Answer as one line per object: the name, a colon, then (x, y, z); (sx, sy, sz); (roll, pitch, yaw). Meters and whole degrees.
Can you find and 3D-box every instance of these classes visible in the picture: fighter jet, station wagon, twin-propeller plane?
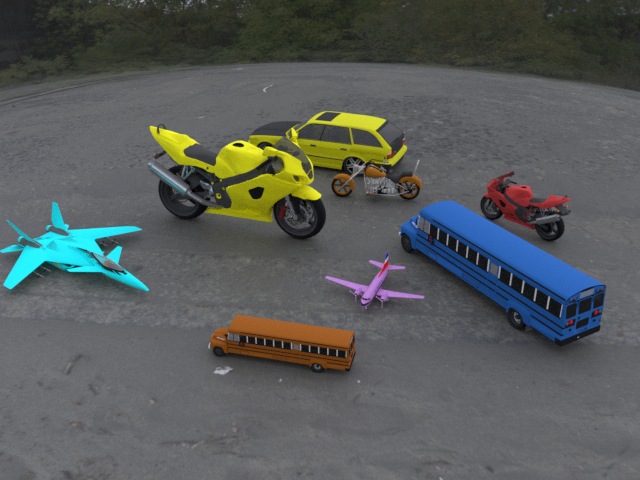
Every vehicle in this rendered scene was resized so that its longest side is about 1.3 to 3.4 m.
fighter jet: (-3.327, 0.154, 9.913); (2.640, 0.557, 2.229); (19, 33, 32)
station wagon: (0.097, -1.991, 13.686); (3.105, 0.920, 1.327); (11, 29, 20)
twin-propeller plane: (0.747, 0.552, 9.304); (1.370, 0.407, 1.095); (11, 29, 20)

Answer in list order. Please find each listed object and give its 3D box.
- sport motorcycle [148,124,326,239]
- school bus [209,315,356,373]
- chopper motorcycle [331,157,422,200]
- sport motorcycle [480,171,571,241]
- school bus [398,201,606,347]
sport motorcycle: (-1.295, -0.922, 10.869); (2.955, 1.596, 0.983); (10, 29, 19)
school bus: (-0.456, 1.178, 8.059); (1.708, 0.434, 0.365); (7, 28, 13)
chopper motorcycle: (0.977, -1.072, 12.073); (1.563, 0.761, 0.466); (5, 28, 9)
sport motorcycle: (3.178, -0.535, 10.965); (0.506, 0.821, 1.520); (-23, 35, -38)
school bus: (2.236, 0.272, 9.371); (0.709, 0.844, 3.322); (-15, 31, -26)
